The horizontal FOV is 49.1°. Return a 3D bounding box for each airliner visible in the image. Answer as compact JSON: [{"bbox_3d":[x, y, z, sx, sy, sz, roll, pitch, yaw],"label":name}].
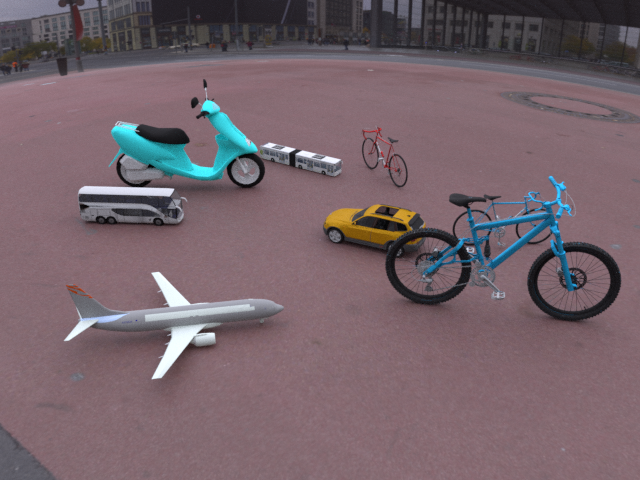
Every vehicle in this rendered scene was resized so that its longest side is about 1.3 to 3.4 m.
[{"bbox_3d":[-1.690,0.762,8.374,2.541,0.835,2.257,-6,29,-11],"label":"airliner"}]

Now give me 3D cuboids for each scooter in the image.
[{"bbox_3d":[-2.325,-1.733,12.052,2.721,1.786,1.288,0,28,0],"label":"scooter"}]

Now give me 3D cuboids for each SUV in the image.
[{"bbox_3d":[0.820,-0.224,10.498,1.572,0.580,0.656,13,31,23],"label":"SUV"}]

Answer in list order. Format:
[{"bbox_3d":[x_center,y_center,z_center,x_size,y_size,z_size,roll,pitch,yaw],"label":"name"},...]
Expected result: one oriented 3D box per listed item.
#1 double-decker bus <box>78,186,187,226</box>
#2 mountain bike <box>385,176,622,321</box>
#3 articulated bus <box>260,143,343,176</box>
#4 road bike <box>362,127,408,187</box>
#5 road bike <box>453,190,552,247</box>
[{"bbox_3d":[-2.982,-0.550,11.154,1.672,0.541,0.389,2,28,3],"label":"double-decker bus"},{"bbox_3d":[2.236,0.166,8.587,2.857,1.688,1.114,6,29,11],"label":"mountain bike"},{"bbox_3d":[-0.375,-1.535,13.275,1.749,0.289,0.311,17,32,29],"label":"articulated bus"},{"bbox_3d":[1.160,-1.534,12.675,0.358,0.852,1.545,-14,31,-24],"label":"road bike"},{"bbox_3d":[2.741,-0.305,10.363,1.545,0.852,0.358,-1,28,-2],"label":"road bike"}]
